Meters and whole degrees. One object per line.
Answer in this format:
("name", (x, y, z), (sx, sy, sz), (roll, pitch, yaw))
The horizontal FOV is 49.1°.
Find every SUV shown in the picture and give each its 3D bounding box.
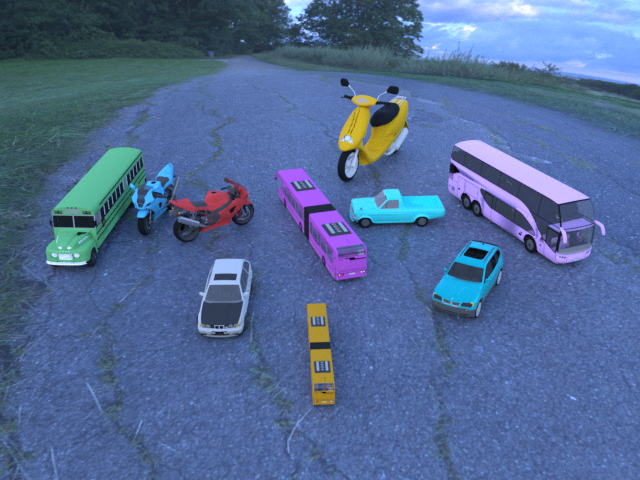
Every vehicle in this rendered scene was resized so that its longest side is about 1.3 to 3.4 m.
("SUV", (2.078, 0.502, 9.720), (0.656, 0.580, 1.572), (14, 30, 26))

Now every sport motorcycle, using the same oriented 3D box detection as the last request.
("sport motorcycle", (-2.775, -0.705, 11.861), (0.506, 0.821, 1.520), (4, 27, 8))
("sport motorcycle", (-1.739, -0.486, 11.424), (1.520, 0.821, 0.506), (-19, 32, -32))

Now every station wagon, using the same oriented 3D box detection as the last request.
("station wagon", (-1.263, 0.715, 9.415), (0.682, 0.473, 1.597), (0, 27, 0))

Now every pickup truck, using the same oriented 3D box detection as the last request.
("pickup truck", (1.307, -0.570, 11.939), (1.603, 0.511, 0.640), (-1, 27, -3))

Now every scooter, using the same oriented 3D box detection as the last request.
("scooter", (1.106, -2.347, 14.061), (1.288, 1.786, 2.721), (16, 31, 29))

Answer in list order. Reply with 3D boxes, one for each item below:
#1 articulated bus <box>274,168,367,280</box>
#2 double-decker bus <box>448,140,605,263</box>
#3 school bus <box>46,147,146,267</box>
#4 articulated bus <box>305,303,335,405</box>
("articulated bus", (-0.047, -0.359, 11.460), (0.605, 0.561, 3.401), (-8, 28, -16))
("double-decker bus", (3.247, -0.680, 11.555), (0.756, 1.052, 3.251), (-10, 28, -20))
("school bus", (-3.670, -0.607, 11.641), (0.709, 0.844, 3.322), (1, 27, 2))
("articulated bus", (0.000, 1.320, 8.413), (0.311, 0.289, 1.749), (-1, 27, -3))
